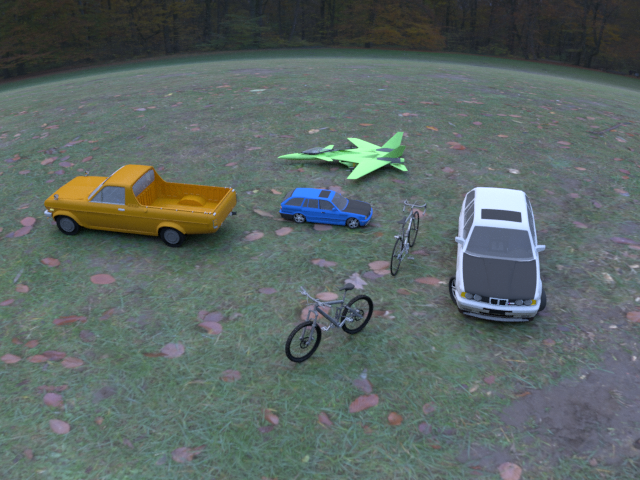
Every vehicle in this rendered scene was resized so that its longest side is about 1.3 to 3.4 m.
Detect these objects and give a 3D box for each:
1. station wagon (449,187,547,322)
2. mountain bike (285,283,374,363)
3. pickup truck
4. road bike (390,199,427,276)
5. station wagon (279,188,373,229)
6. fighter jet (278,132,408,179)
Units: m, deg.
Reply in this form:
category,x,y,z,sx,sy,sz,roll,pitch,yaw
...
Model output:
category,x,y,z,sx,sy,sz,roll,pitch,yaw
station wagon,2.664,0.060,10.501,1.327,0.920,3.105,6,29,10
mountain bike,0.141,0.983,8.864,1.469,0.868,0.573,-22,36,-35
pickup truck,-3.007,-0.664,11.753,3.117,0.993,1.244,6,29,11
road bike,1.330,-0.074,10.819,0.358,0.852,1.545,11,30,19
station wagon,0.118,-0.586,12.153,1.597,0.473,0.682,6,29,11
fighter jet,0.444,-1.830,14.347,2.640,0.557,2.229,1,29,2
